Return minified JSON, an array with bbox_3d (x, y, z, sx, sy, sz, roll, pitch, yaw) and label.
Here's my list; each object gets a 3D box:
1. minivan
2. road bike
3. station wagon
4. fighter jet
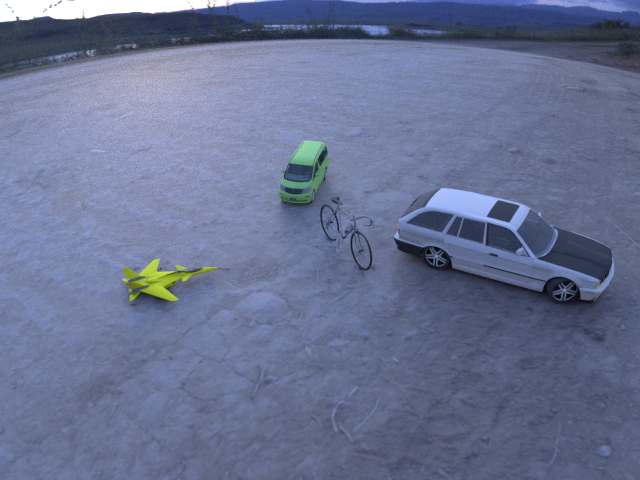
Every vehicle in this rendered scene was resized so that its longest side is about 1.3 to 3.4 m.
[{"bbox_3d":[-0.275,-1.224,12.555,0.681,0.616,1.548,7,32,12],"label":"minivan"},{"bbox_3d":[0.376,-0.165,10.565,0.358,0.852,1.545,-16,34,-24],"label":"road bike"},{"bbox_3d":[2.696,-0.017,10.253,3.105,0.920,1.327,16,34,24],"label":"station wagon"},{"bbox_3d":[-2.119,0.478,10.044,1.358,0.286,1.147,-13,33,-20],"label":"fighter jet"}]
